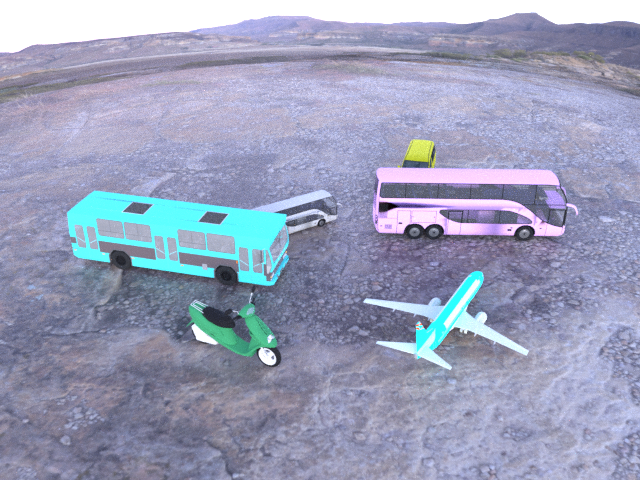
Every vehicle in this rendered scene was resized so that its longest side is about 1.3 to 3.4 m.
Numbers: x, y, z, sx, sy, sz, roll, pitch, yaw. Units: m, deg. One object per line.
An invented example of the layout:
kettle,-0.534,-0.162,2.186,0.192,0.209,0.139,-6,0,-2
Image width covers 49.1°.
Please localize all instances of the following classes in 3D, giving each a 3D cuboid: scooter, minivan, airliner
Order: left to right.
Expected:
scooter,-1.101,1.057,8.760,1.399,0.919,0.662,15,33,24
minivan,1.847,-1.364,13.290,0.681,0.616,1.548,7,31,12
airliner,1.733,0.827,9.246,2.257,0.835,2.541,16,34,26

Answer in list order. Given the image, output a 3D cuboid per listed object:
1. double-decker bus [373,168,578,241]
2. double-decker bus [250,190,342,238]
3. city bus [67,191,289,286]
double-decker bus,2.506,-0.612,11.538,3.251,1.052,0.756,1,30,2
double-decker bus,-0.427,-0.414,11.707,1.672,0.541,0.389,-18,34,-28
city bus,-2.144,-0.015,10.654,3.255,0.894,0.926,7,31,13
